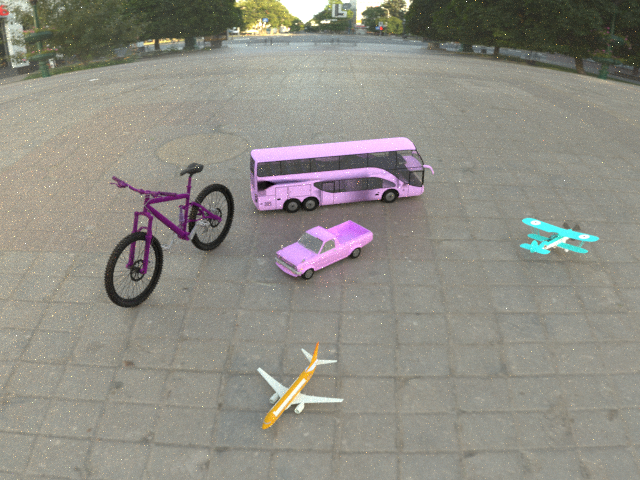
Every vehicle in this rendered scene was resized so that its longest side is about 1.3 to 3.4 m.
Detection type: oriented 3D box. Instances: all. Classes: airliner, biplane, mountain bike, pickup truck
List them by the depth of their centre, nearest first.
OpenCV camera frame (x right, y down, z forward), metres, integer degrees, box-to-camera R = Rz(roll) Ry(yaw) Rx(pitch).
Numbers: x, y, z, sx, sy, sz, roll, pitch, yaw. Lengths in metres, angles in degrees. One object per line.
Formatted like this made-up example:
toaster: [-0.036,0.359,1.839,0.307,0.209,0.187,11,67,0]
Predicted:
airliner: [-0.318,1.696,8.164,1.161,0.429,1.307,15,33,25]
mountain bike: [-2.145,-0.234,10.259,1.114,1.688,2.857,16,33,25]
pickup truck: [0.076,0.080,10.895,1.603,0.511,0.640,-23,37,-34]
biplane: [3.640,0.006,11.030,1.090,0.504,1.336,-21,36,-32]

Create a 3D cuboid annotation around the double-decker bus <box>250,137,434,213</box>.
double-decker bus: [0.375,-1.188,12.557,3.251,1.052,0.756,-6,30,-11]
